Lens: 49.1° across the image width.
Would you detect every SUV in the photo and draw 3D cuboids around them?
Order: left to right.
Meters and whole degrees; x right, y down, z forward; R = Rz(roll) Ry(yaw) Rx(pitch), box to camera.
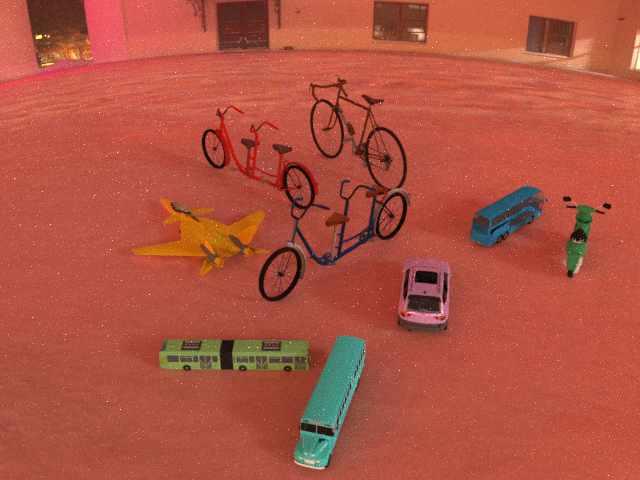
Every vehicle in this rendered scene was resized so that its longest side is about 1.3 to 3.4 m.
[{"bbox_3d":[1.380,0.623,9.158,0.656,0.580,1.572,5,29,9],"label":"SUV"}]

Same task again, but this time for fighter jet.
[{"bbox_3d":[-1.953,-0.338,10.914,2.229,0.557,2.640,-19,34,-30],"label":"fighter jet"}]

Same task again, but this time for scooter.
[{"bbox_3d":[3.758,-0.099,10.112,0.662,0.919,1.399,13,31,22],"label":"scooter"}]

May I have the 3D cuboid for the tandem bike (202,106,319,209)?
[{"bbox_3d":[-1.146,-1.516,12.247,0.550,1.326,3.192,-25,38,-37],"label":"tandem bike"}]

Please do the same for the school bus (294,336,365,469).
[{"bbox_3d":[0.126,1.678,7.407,0.365,0.434,1.708,8,30,14],"label":"school bus"}]

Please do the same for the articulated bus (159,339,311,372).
[{"bbox_3d":[-0.976,1.341,8.164,1.749,0.289,0.311,0,29,1],"label":"articulated bus"}]

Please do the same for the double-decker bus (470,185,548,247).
[{"bbox_3d":[2.995,-0.407,11.056,1.672,0.541,0.389,-26,38,-38],"label":"double-decker bus"}]

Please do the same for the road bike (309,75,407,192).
[{"bbox_3d":[0.634,-1.988,12.756,0.696,1.656,3.004,-18,34,-29],"label":"road bike"}]

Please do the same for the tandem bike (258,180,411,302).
[{"bbox_3d":[0.315,-0.204,9.881,0.550,1.326,3.192,25,37,37],"label":"tandem bike"}]
